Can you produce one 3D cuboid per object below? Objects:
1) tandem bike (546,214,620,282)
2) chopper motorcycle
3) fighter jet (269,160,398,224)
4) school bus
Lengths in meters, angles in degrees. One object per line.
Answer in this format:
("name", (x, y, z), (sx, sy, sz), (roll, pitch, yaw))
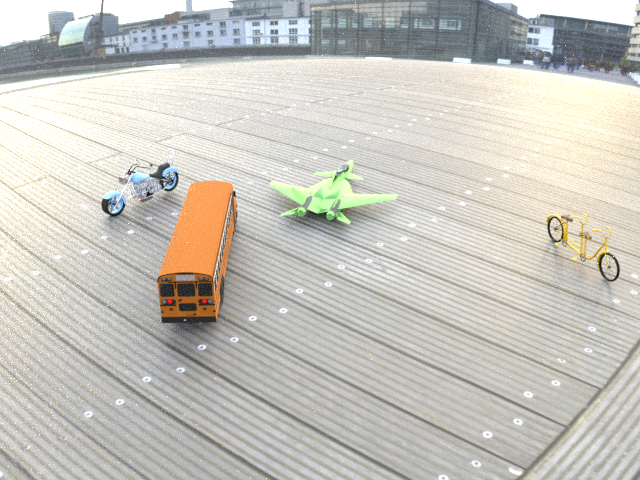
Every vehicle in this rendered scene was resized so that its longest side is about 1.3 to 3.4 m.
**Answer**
("tandem bike", (3.720, -0.028, 9.934), (0.283, 0.682, 1.642), (-9, 29, -16))
("chopper motorcycle", (-2.976, -0.969, 11.640), (0.466, 0.761, 1.563), (20, 34, 33))
("fighter jet", (0.264, -1.068, 12.048), (2.229, 0.557, 2.640), (7, 29, 14))
("school bus", (-1.608, -0.007, 9.719), (0.709, 0.844, 3.322), (-1, 28, -1))
